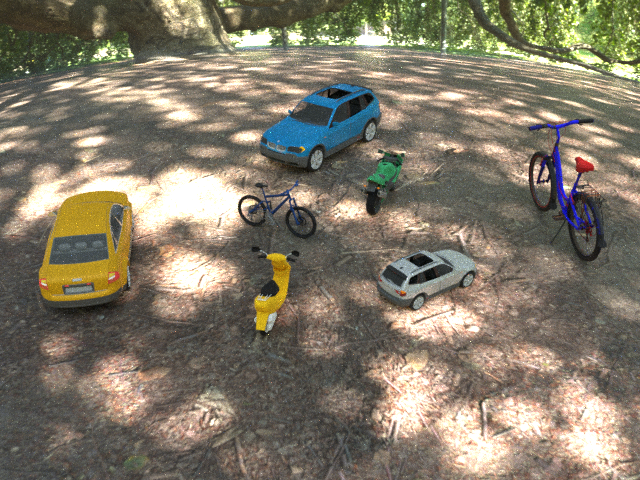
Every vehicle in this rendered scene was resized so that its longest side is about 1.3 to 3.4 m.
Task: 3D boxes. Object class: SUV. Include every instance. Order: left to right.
[{"bbox_3d":[0.064,-2.406,14.390,1.276,1.128,3.058,21,36,32],"label":"SUV"},{"bbox_3d":[1.539,0.461,9.944,1.572,0.580,0.656,-20,35,-30],"label":"SUV"}]

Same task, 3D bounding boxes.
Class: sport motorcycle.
[{"bbox_3d":[1.118,-1.041,12.320,0.506,0.821,1.520,12,32,20],"label":"sport motorcycle"}]

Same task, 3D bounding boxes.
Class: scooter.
[{"bbox_3d":[-0.622,0.595,9.372,0.662,0.919,1.399,6,30,10],"label":"scooter"}]

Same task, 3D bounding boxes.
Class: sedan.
[{"bbox_3d":[-3.470,-0.086,10.536,1.235,0.940,3.137,-5,30,-9],"label":"sedan"}]

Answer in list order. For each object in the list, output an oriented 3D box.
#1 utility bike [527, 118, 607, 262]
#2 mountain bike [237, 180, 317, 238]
[{"bbox_3d":[3.809,-0.907,11.063,1.039,1.839,2.791,-4,30,-6],"label":"utility bike"},{"bbox_3d":[-0.717,-0.519,11.363,1.469,0.868,0.573,14,33,23],"label":"mountain bike"}]
